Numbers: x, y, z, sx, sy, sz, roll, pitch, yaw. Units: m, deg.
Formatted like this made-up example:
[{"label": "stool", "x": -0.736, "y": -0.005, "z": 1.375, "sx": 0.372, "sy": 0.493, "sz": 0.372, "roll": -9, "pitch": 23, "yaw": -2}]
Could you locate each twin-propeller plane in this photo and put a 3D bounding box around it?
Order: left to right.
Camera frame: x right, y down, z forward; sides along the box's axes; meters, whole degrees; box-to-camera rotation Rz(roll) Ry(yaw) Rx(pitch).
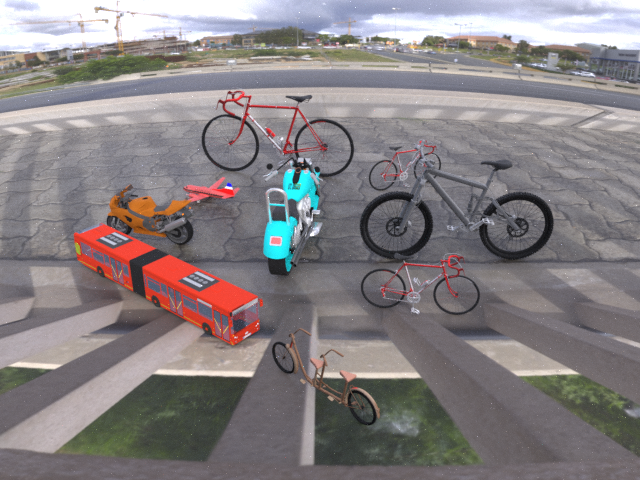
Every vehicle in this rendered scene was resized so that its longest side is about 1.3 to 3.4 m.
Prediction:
[{"label": "twin-propeller plane", "x": -2.001, "y": -0.903, "z": 12.509, "sx": 1.095, "sy": 0.407, "sz": 1.370, "roll": 12, "pitch": 29, "yaw": 23}]

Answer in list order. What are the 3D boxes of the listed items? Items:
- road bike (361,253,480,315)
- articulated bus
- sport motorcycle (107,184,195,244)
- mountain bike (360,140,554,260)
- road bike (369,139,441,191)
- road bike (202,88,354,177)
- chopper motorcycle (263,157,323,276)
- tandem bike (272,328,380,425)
[{"label": "road bike", "x": 1.301, "y": 0.562, "z": 9.085, "sx": 1.545, "sy": 0.852, "sz": 0.358, "roll": 5, "pitch": 27, "yaw": 9}, {"label": "articulated bus", "x": -2.165, "y": 0.519, "z": 9.496, "sx": 3.401, "sy": 0.561, "sz": 0.605, "roll": 21, "pitch": 33, "yaw": 35}, {"label": "sport motorcycle", "x": -2.682, "y": -0.368, "z": 10.978, "sx": 1.520, "sy": 0.821, "sz": 0.506, "roll": 7, "pitch": 27, "yaw": 13}, {"label": "mountain bike", "x": 2.015, "y": -0.478, "z": 10.230, "sx": 2.857, "sy": 1.688, "sz": 1.114, "roll": 0, "pitch": 27, "yaw": 1}, {"label": "road bike", "x": 1.596, "y": -1.389, "z": 12.983, "sx": 1.545, "sy": 0.852, "sz": 0.358, "roll": -11, "pitch": 29, "yaw": -21}, {"label": "road bike", "x": -0.836, "y": -2.038, "z": 13.382, "sx": 3.004, "sy": 1.656, "sz": 0.697, "roll": 4, "pitch": 27, "yaw": 8}, {"label": "chopper motorcycle", "x": -0.359, "y": -0.621, "z": 10.746, "sx": 0.906, "sy": 1.480, "sz": 3.040, "roll": 4, "pitch": 27, "yaw": 8}, {"label": "tandem bike", "x": 0.022, "y": 1.424, "z": 7.554, "sx": 0.283, "sy": 0.682, "sz": 1.642, "roll": -24, "pitch": 35, "yaw": -39}]
